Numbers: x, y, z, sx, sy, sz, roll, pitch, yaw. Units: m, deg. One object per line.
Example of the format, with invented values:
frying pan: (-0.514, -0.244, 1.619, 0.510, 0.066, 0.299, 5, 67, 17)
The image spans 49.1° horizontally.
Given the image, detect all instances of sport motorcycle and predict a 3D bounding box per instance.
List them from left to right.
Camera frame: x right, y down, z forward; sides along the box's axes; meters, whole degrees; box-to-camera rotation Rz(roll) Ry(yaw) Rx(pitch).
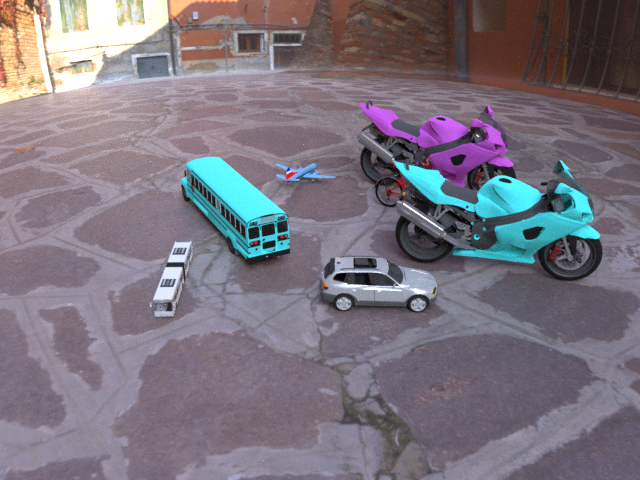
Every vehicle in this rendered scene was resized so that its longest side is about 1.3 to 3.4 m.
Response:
sport motorcycle: (2.059, -1.602, 12.539, 2.955, 1.596, 0.983, 12, 28, 22)
sport motorcycle: (2.478, -0.292, 9.872, 2.955, 1.596, 0.983, 7, 27, 15)

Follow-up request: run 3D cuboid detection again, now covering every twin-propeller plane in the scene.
twin-propeller plane: (-0.339, -1.321, 13.317, 1.370, 0.407, 1.095, 16, 30, 29)

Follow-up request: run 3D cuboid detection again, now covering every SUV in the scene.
SUV: (0.775, 0.551, 9.308, 1.572, 0.580, 0.656, 1, 26, 2)

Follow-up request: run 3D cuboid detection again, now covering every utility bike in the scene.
utility bike: (1.579, -0.954, 11.958, 1.435, 0.946, 0.535, 14, 29, 26)

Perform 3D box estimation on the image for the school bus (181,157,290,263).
school bus: (-1.496, -0.613, 11.378, 0.709, 0.844, 3.322, -13, 29, -25)

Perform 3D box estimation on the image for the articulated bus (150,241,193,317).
articulated bus: (-2.026, 0.505, 9.733, 0.311, 0.289, 1.749, 0, 26, -1)
